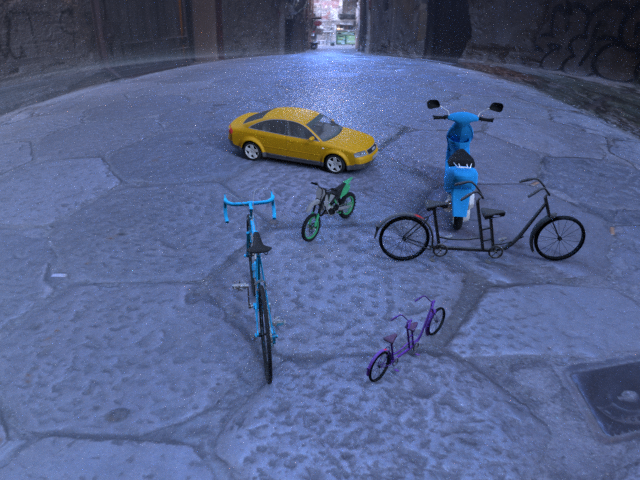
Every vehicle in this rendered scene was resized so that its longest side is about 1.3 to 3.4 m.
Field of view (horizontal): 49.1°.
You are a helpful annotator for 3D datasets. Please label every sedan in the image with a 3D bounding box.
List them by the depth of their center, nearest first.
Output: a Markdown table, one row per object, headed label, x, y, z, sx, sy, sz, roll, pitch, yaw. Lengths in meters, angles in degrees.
| label | x | y | z | sx | sy | sz | roll | pitch | yaw |
| --- | --- | --- | --- | --- | --- | --- | --- | --- | --- |
| sedan | -0.353 | -2.119 | 14.190 | 3.137 | 0.940 | 1.235 | 11 | 31 | 19 |

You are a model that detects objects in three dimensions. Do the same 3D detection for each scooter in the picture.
| label | x | y | z | sx | sy | sz | roll | pitch | yaw |
| --- | --- | --- | --- | --- | --- | --- | --- | --- | --- |
| scooter | 2.428 | -1.433 | 12.088 | 1.288 | 1.786 | 2.721 | 4 | 29 | 8 |

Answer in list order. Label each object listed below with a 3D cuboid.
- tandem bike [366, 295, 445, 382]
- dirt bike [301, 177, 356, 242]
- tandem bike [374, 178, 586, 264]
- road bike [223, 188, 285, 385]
| label | x | y | z | sx | sy | sz | roll | pitch | yaw |
| --- | --- | --- | --- | --- | --- | --- | --- | --- | --- |
| tandem bike | 1.088 | 1.157 | 8.578 | 0.283 | 0.682 | 1.642 | 23 | 37 | 36 |
| dirt bike | 0.165 | -0.561 | 11.480 | 0.527 | 0.857 | 1.493 | 20 | 35 | 31 |
| tandem bike | 2.412 | -0.262 | 10.461 | 3.192 | 1.326 | 0.550 | 0 | 29 | 0 |
| road bike | -0.796 | 0.442 | 8.860 | 0.696 | 1.656 | 3.004 | -5 | 29 | -8 |
